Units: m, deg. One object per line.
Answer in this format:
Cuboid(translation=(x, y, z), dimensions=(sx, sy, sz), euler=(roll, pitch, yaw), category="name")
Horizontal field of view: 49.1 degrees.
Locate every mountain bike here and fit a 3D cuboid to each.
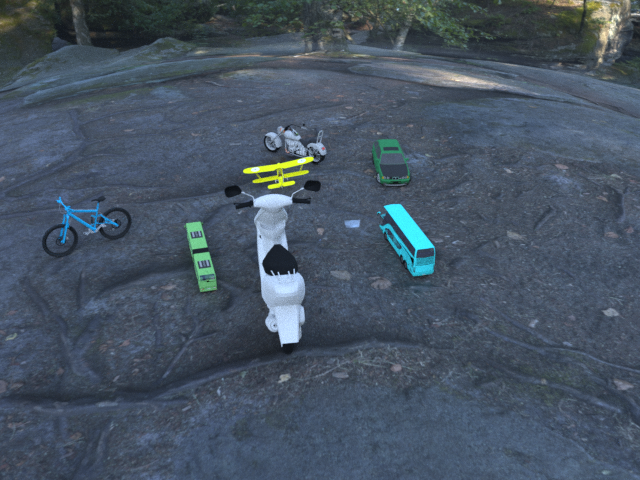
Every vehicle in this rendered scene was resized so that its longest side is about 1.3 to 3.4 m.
Cuboid(translation=(-3.710, -0.265, 11.132), dimensions=(1.469, 0.868, 0.573), euler=(-21, 36, -32), category="mountain bike")

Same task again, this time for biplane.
Cuboid(translation=(-0.768, -1.209, 13.142), dimensions=(1.336, 0.504, 1.090), euler=(-3, 30, -5), category="biplane")

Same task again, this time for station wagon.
Cuboid(translation=(1.391, -1.569, 13.801), dimensions=(0.682, 0.473, 1.597), euler=(-1, 30, -2), category="station wagon")

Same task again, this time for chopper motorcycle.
Cuboid(translation=(-0.528, -2.040, 14.333), dimensions=(1.563, 0.761, 0.466), euler=(20, 36, 31), category="chopper motorcycle")

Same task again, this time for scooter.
Cuboid(translation=(-0.575, 0.177, 9.437), dimensions=(1.288, 1.786, 2.721), euler=(-4, 30, -8), category="scooter")

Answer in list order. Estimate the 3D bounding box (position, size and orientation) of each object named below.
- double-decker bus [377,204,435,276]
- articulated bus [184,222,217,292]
Cuboid(translation=(1.348, -0.043, 11.073), dimensions=(0.389, 0.541, 1.672), euler=(-7, 31, -13), category="double-decker bus")
Cuboid(translation=(-1.850, 0.228, 10.853), dimensions=(0.311, 0.289, 1.749), euler=(-8, 31, -14), category="articulated bus")
